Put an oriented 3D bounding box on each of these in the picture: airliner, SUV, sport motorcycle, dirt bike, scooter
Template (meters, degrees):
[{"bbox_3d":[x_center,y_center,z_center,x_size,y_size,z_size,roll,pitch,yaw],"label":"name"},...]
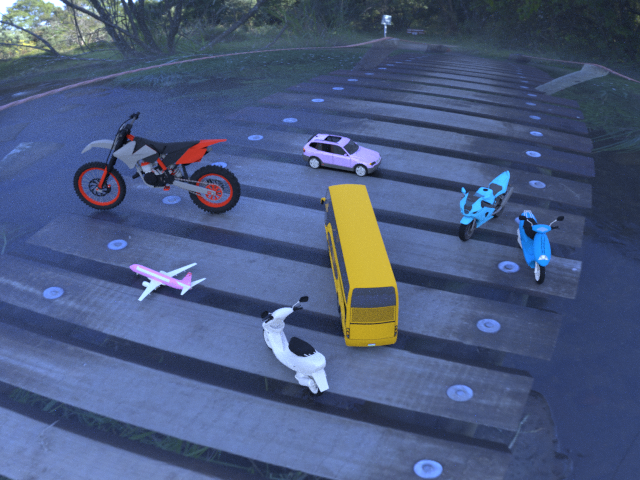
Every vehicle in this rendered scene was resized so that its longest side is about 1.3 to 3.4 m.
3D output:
[{"bbox_3d":[-2.317,0.474,10.182,1.307,0.429,1.161,18,35,28],"label":"airliner"},{"bbox_3d":[0.426,-1.707,13.779,1.572,0.580,0.656,12,32,19],"label":"SUV"},{"bbox_3d":[2.720,-0.568,11.582,0.506,0.821,1.520,22,37,33],"label":"sport motorcycle"},{"bbox_3d":[-2.808,-1.212,11.848,2.903,1.666,1.024,1,30,3],"label":"dirt bike"},{"bbox_3d":[-0.329,1.223,8.411,0.662,0.919,1.399,-19,35,-29],"label":"scooter"},{"bbox_3d":[3.241,-0.039,10.577,0.662,0.919,1.399,1,30,2],"label":"scooter"}]

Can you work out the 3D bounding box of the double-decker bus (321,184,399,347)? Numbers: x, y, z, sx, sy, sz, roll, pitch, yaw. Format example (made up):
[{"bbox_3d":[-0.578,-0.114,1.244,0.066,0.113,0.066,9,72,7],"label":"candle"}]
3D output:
[{"bbox_3d":[0.521,0.207,10.023,0.756,1.052,3.251,-2,30,-4],"label":"double-decker bus"}]
